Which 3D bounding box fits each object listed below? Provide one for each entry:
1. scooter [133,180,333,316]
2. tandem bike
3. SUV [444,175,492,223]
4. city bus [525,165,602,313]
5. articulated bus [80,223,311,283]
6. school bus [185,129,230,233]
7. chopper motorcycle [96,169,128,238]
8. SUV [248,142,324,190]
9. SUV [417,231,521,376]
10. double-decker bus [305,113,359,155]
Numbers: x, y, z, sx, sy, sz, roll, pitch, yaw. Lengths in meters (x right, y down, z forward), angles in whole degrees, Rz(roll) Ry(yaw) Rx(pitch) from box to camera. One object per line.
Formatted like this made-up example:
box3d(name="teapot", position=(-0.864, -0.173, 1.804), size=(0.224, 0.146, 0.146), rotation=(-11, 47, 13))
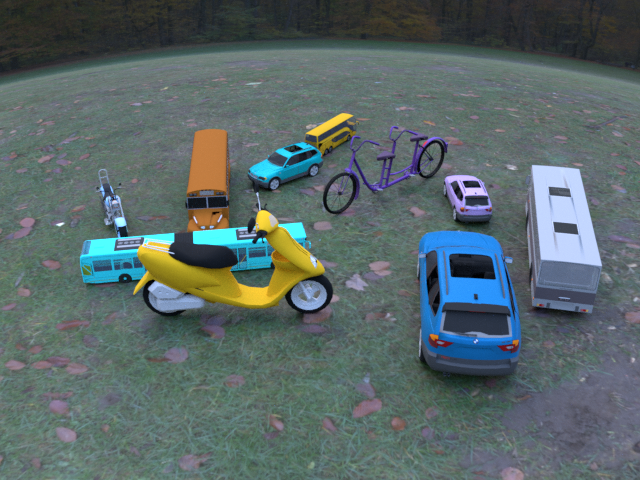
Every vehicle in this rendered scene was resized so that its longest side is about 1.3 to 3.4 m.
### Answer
box3d(name="scooter", position=(-1.177, 0.260, 9.377), size=(2.721, 1.786, 1.288), rotation=(-1, 30, -2))
box3d(name="tandem bike", position=(1.277, -1.433, 12.772), size=(3.192, 1.326, 0.550), rotation=(-23, 37, -34))
box3d(name="SUV", position=(2.632, -0.825, 12.465), size=(0.656, 0.580, 1.572), rotation=(-1, 30, -1))
box3d(name="city bus", position=(3.693, -0.091, 10.878), size=(0.926, 0.894, 3.255), rotation=(6, 31, 11))
box3d(name="articulated bus", position=(-1.866, 0.197, 10.712), size=(3.401, 0.561, 0.605), rotation=(-5, 30, -9))
box3d(name="school bus", position=(-1.965, -1.003, 12.510), size=(0.709, 0.844, 3.322), rotation=(-3, 30, -5))
box3d(name="chopper motorcycle", position=(-3.515, -0.592, 11.880), size=(0.466, 0.761, 1.563), rotation=(-13, 33, -22))
box3d(name="SUV", position=(-0.661, -1.472, 13.586), size=(1.572, 0.580, 0.656), rotation=(-23, 37, -34))
box3d(name="SUV", position=(1.960, 0.612, 9.426), size=(1.276, 1.128, 3.058), rotation=(3, 30, 5))
box3d(name="double-decker bus", position=(0.258, -2.267, 15.003), size=(0.389, 0.541, 1.672), rotation=(18, 34, 28))
